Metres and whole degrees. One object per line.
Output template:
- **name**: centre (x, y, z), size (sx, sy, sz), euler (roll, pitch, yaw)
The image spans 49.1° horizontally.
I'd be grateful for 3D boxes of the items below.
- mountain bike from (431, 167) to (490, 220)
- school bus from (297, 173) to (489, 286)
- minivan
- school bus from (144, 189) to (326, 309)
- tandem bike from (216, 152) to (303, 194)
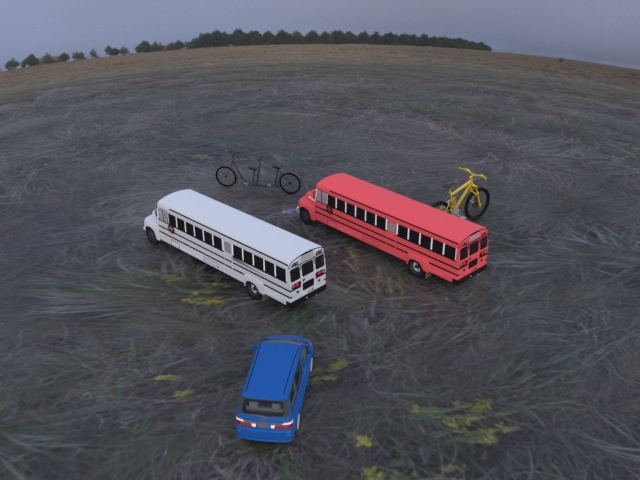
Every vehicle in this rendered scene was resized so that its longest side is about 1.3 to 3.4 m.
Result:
- **mountain bike**: centre (2.191, -0.604, 11.061), size (1.469, 0.868, 0.573), euler (-19, 33, -32)
- **school bus**: centre (0.932, -0.273, 10.444), size (0.709, 0.844, 3.322), euler (-23, 35, -38)
- **minivan**: centre (-0.445, 1.435, 7.372), size (0.681, 0.616, 1.548), euler (3, 27, 7)
- **school bus**: centre (-1.346, 0.010, 9.892), size (3.322, 0.844, 0.709), euler (23, 35, 37)
- **tandem bike**: centre (-1.094, -1.193, 12.409), size (1.642, 0.682, 0.283), euler (7, 28, 13)
